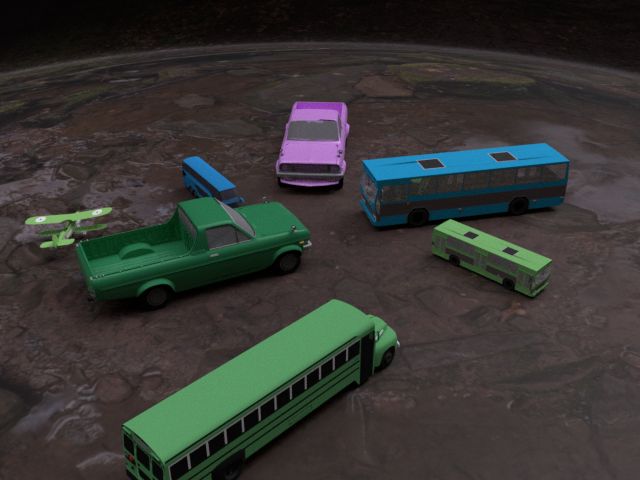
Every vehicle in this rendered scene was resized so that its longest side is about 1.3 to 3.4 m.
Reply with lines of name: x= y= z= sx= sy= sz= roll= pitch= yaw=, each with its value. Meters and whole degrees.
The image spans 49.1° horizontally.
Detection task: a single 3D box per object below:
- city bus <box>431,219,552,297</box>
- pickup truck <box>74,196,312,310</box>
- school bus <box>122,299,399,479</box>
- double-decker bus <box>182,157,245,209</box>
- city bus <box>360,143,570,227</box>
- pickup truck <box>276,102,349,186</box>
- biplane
city bus: x=2.356 y=0.245 z=9.771 sx=1.674 sy=0.460 sz=0.476 roll=26 pitch=39 yaw=38
pickup truck: x=-1.692 y=0.050 z=9.576 sx=3.117 sy=0.993 sz=1.244 roll=-14 pitch=33 yaw=-23
school bus: x=-0.407 y=1.484 z=7.206 sx=0.709 sy=0.844 sz=3.322 roll=26 pitch=38 yaw=37
double-decker bus: x=-1.808 y=-0.863 z=11.636 sx=0.389 sy=0.541 sz=1.672 roll=-18 pitch=34 yaw=-28
city bus: x=2.314 y=-0.875 z=11.299 sx=3.255 sy=0.894 sz=0.926 roll=-7 pitch=30 yaw=-12
pickup truck: x=-0.089 y=-1.955 z=13.098 sx=1.244 sy=0.993 sz=3.117 roll=2 pitch=30 yaw=3
biplane: x=-3.780 y=-0.158 z=10.435 sx=1.336 sy=0.504 sz=1.090 roll=1 pitch=30 yaw=1
